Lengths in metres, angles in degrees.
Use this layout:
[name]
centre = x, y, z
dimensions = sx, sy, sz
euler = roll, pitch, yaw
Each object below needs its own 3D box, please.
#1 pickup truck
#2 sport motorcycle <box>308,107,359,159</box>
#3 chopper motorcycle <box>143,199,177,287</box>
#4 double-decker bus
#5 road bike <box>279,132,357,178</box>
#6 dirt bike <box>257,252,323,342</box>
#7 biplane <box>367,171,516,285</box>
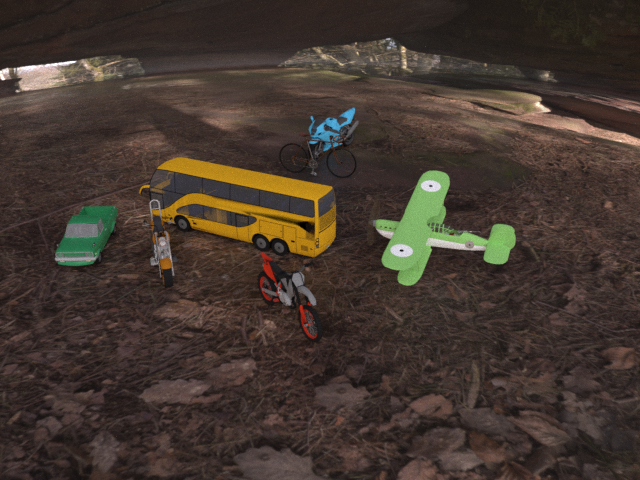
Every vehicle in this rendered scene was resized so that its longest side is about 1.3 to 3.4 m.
[pickup truck]
centre = -3.552, -0.134, 10.721
dimensions = 0.640, 0.511, 1.603
euler = -1, 27, -2
[sport motorcycle]
centre = 0.252, -2.211, 14.460
dimensions = 0.506, 0.821, 1.520
euler = 20, 33, 33
[chopper motorcycle]
centre = -2.296, 0.033, 10.116
dimensions = 0.466, 0.761, 1.563
euler = -8, 28, -15
[double-decker bus]
centre = -1.307, -0.557, 10.955
dimensions = 3.251, 1.052, 0.756
euler = 13, 30, 24
[road bike]
centre = -0.049, -1.628, 13.281
dimensions = 1.545, 0.852, 0.358
euler = 8, 28, 15
[dirt bike]
centre = -0.396, 0.653, 8.794
dimensions = 0.527, 0.857, 1.493
euler = -17, 31, -30
[biplane]
centre = 1.700, -0.047, 10.031
dimensions = 2.120, 0.981, 2.598
euler = 10, 29, 18
